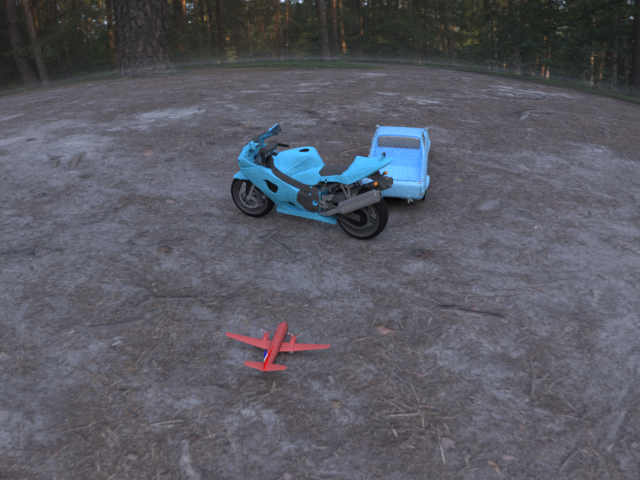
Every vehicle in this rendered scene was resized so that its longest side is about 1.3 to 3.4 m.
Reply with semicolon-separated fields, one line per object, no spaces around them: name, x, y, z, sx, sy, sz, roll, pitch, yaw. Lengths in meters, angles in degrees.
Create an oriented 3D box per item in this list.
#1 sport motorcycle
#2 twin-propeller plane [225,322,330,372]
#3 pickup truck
sport motorcycle;-0.201;-0.929;11.659;2.955;1.596;0.983;12;31;20
twin-propeller plane;-0.565;1.292;8.814;1.370;0.407;1.095;5;29;10
pickup truck;1.511;-1.607;13.542;1.244;0.993;3.117;4;29;8
